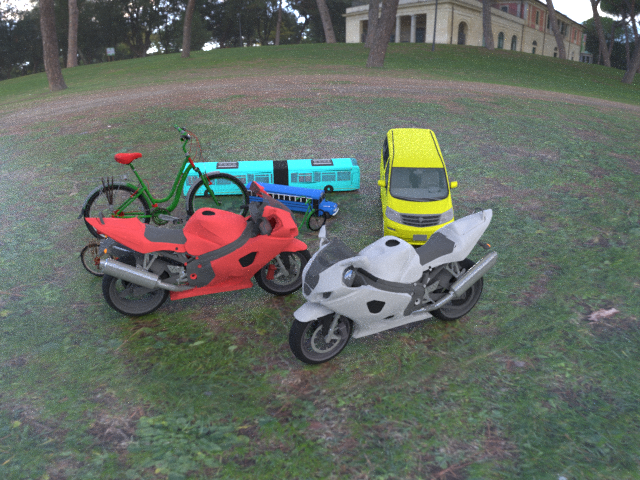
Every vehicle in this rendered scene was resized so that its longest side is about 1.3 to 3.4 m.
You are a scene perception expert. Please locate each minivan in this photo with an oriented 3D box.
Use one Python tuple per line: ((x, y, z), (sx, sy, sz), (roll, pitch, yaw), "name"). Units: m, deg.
((1.652, -0.985, 12.281), (1.324, 1.197, 3.011), (1, 26, 2), "minivan")

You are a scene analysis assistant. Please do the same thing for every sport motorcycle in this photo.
((0.933, 0.551, 8.746), (2.955, 1.596, 0.983), (-14, 30, -26), "sport motorcycle")
((-1.533, 0.182, 9.487), (2.955, 1.596, 0.983), (-7, 27, -14), "sport motorcycle")

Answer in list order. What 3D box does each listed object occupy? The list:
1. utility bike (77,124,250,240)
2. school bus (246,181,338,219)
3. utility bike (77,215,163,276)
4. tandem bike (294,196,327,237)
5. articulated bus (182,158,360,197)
((-2.560, -0.908, 11.405), (2.791, 1.839, 1.039), (-8, 27, -15), "utility bike")
((-0.510, -0.730, 12.624), (1.708, 0.434, 0.365), (8, 28, 16), "school bus")
((-2.915, 0.115, 10.351), (1.435, 0.946, 0.535), (4, 27, 8), "utility bike")
((-0.541, -0.292, 11.466), (1.642, 0.682, 0.283), (-19, 32, -33), "tandem bike")
((-0.948, -1.212, 13.449), (3.401, 0.561, 0.605), (-2, 27, -4), "articulated bus")
